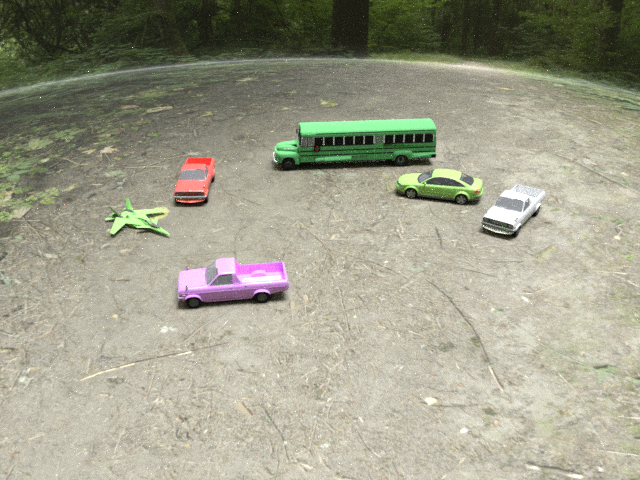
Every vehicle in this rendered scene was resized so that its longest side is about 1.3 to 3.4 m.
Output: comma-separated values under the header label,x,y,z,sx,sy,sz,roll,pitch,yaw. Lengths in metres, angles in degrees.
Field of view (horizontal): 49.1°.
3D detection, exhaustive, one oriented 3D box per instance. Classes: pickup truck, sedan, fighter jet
label,x,y,z,sx,sy,sz,roll,pitch,yaw
pickup truck,-1.252,0.564,10.045,1.603,0.511,0.640,-4,29,-8
pickup truck,3.382,-0.587,12.158,0.640,0.511,1.603,18,33,30
pickup truck,-2.366,-1.200,13.285,0.640,0.511,1.603,0,29,-1
sedan,2.221,-1.052,13.041,1.613,0.483,0.635,8,30,14
fighter jet,-3.035,-0.356,11.969,1.358,0.286,1.147,20,35,33

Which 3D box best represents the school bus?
label,x,y,z,sx,sy,sz,roll,pitch,yaw
school bus,0.697,-1.989,14.384,3.322,0.844,0.709,-3,29,-5
